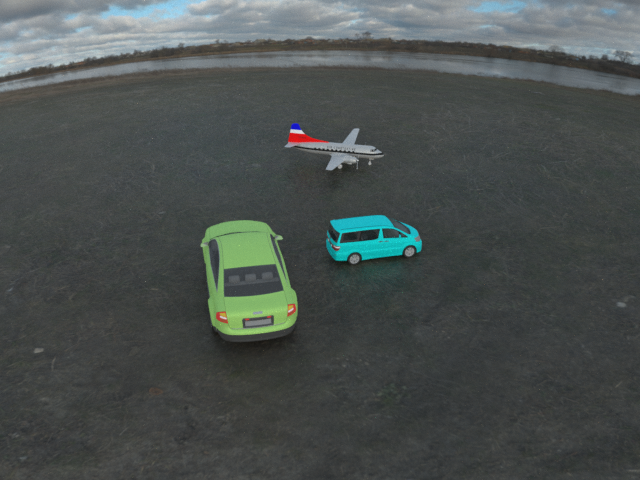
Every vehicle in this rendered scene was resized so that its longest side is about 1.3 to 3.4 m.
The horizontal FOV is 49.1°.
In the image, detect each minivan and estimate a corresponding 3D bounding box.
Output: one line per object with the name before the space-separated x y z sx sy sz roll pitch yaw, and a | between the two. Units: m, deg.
minivan | 0.895 -0.052 11.380 1.548 0.616 0.681 -7 28 -13

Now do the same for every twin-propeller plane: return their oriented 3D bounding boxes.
twin-propeller plane | 0.332 -2.053 15.038 2.129 0.792 2.663 7 28 13

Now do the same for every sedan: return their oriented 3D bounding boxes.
sedan | -1.088 0.369 10.218 1.235 0.940 3.137 -5 28 -10
